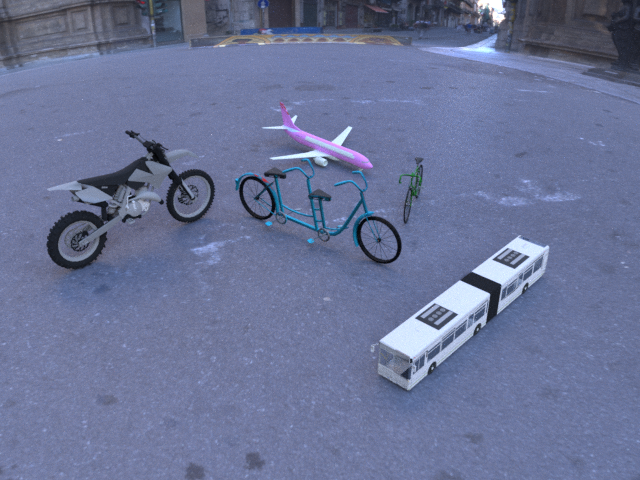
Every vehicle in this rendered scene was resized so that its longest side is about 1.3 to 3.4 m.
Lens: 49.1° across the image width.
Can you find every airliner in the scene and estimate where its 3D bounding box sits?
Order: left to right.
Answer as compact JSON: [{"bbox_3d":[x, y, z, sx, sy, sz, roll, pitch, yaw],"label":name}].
[{"bbox_3d":[0.063,-2.009,13.689,2.541,0.835,2.257,26,40,37],"label":"airliner"}]

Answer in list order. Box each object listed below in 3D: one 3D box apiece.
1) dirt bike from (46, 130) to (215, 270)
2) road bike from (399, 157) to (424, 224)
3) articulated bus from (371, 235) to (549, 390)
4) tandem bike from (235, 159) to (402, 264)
[{"bbox_3d":[-2.831,-0.683,10.643,2.903,1.666,1.024,-26,39,-36],"label":"dirt bike"},{"bbox_3d":[1.588,-0.905,11.815,0.358,0.852,1.545,9,32,15],"label":"road bike"},{"bbox_3d":[1.963,0.841,9.158,0.605,0.561,3.401,25,39,36],"label":"articulated bus"},{"bbox_3d":[-0.111,-0.589,10.818,3.192,1.326,0.550,20,36,30],"label":"tandem bike"}]
